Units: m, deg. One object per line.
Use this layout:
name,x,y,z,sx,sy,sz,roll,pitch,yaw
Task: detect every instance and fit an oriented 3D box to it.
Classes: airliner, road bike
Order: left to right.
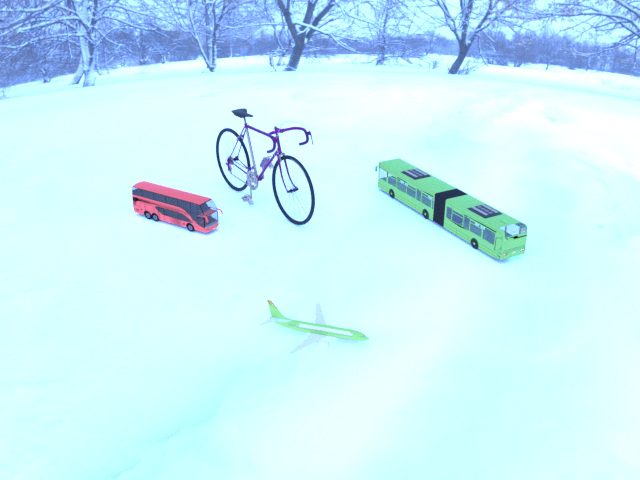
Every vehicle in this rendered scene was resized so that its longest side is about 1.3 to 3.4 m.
road bike,-1.006,-1.344,11.855,0.696,1.656,3.004,-19,32,-33
airliner,-0.041,0.997,8.481,1.307,0.429,1.161,7,27,14

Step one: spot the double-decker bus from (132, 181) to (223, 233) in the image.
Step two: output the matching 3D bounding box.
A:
double-decker bus,-2.368,-0.538,11.480,1.672,0.541,0.389,15,30,28

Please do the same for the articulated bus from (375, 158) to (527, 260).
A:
articulated bus,2.045,-0.595,11.573,0.605,0.561,3.401,-13,29,-25
